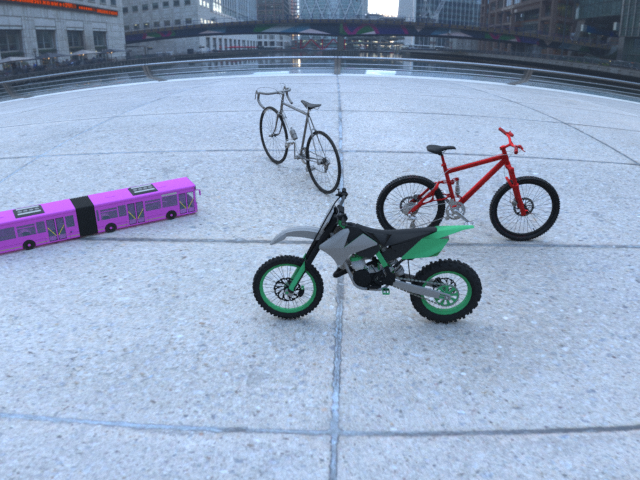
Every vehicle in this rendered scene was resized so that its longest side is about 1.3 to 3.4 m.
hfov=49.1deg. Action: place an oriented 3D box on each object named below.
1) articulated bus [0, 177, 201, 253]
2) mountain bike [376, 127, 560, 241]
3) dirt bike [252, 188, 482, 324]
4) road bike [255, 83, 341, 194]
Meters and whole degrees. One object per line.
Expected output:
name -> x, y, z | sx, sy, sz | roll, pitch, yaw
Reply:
articulated bus -> -3.644, -0.427, 11.382 | 3.401, 0.561, 0.605 | -14, 30, -26
mountain bike -> 2.301, -0.758, 10.786 | 2.857, 1.688, 1.114 | 1, 27, 1
dirt bike -> 0.589, 0.301, 8.697 | 2.903, 1.666, 1.024 | 1, 27, 2
road bike -> -0.440, -1.972, 13.245 | 0.696, 1.656, 3.004 | -16, 31, -28
